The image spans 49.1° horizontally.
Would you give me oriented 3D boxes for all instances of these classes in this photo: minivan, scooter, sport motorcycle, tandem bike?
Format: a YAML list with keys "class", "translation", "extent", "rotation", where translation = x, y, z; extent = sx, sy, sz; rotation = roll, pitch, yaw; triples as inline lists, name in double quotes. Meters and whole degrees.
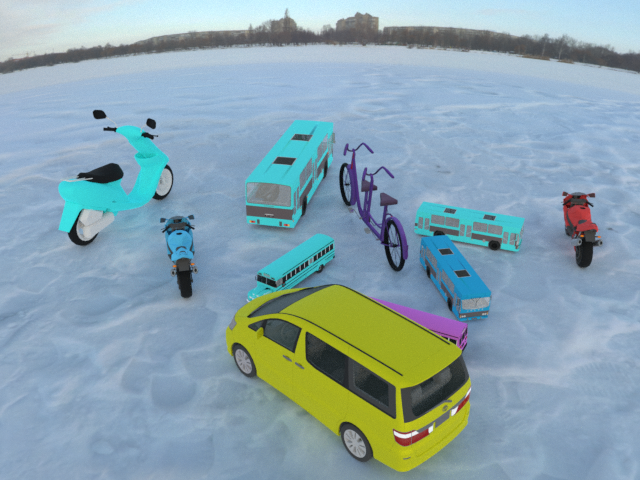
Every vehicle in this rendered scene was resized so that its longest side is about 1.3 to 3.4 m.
- class: "minivan"
  translation: [0.177, 1.231, 7.707]
  extent: [1.324, 1.197, 3.011]
  rotation: [-24, 36, -37]
- class: "scooter"
  translation: [-3.323, -1.120, 11.541]
  extent: [1.288, 1.786, 2.721]
  rotation: [13, 30, 23]
- class: "sport motorcycle"
  translation: [-1.997, 0.192, 10.084]
  extent: [0.506, 0.821, 1.520]
  rotation: [-7, 28, -12]
- class: "sport motorcycle"
  translation: [4.019, -0.205, 10.839]
  extent: [0.506, 0.821, 1.520]
  rotation: [3, 28, 6]
- class: "tandem bike"
  translation: [0.794, -0.670, 11.180]
  extent: [0.550, 1.326, 3.192]
  rotation: [-7, 29, -14]

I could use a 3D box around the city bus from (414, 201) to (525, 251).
- class: "city bus"
  translation: [2.385, -0.205, 11.227]
  extent: [1.674, 0.460, 0.476]
  rotation: [11, 30, 20]

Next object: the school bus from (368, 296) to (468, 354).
- class: "school bus"
  translation: [0.990, 1.068, 8.835]
  extent: [1.708, 0.434, 0.365]
  rotation: [14, 31, 25]

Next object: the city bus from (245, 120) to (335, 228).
- class: "city bus"
  translation: [-0.467, -1.245, 12.736]
  extent: [0.926, 0.894, 3.255]
  rotation: [6, 28, 11]

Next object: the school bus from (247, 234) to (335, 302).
- class: "school bus"
  translation: [-0.403, 0.430, 10.048]
  extent: [0.365, 0.434, 1.708]
  rotation: [18, 33, 31]

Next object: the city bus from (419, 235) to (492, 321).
- class: "city bus"
  translation: [1.865, 0.517, 9.854]
  extent: [0.476, 0.460, 1.674]
  rotation: [-5, 28, -10]
